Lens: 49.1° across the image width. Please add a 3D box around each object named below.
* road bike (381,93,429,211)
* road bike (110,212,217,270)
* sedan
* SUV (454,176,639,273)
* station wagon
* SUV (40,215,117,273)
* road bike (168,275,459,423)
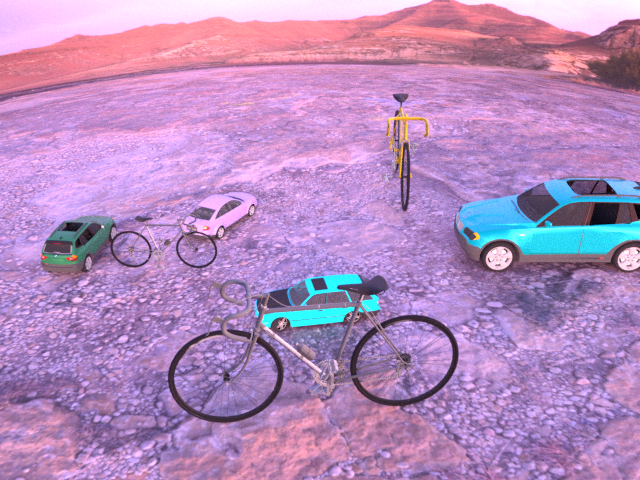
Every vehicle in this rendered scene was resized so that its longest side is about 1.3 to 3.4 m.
[{"bbox_3d":[1.457,-1.709,12.529,0.696,1.656,3.004,1,27,1],"label":"road bike"},{"bbox_3d":[-2.253,0.026,10.045,1.545,0.852,0.358,0,27,1],"label":"road bike"},{"bbox_3d":[-1.618,-0.486,11.438,0.635,0.483,1.613,13,30,24],"label":"sedan"},{"bbox_3d":[3.552,-0.292,10.359,3.058,1.128,1.276,0,27,0],"label":"SUV"},{"bbox_3d":[-0.046,0.767,9.023,1.597,0.473,0.682,-5,28,-10],"label":"station wagon"},{"bbox_3d":[-3.591,-0.032,10.454,0.656,0.580,1.572,3,27,6],"label":"SUV"},{"bbox_3d":[-0.030,1.111,7.069,3.004,1.656,0.696,-4,28,-7],"label":"road bike"}]
